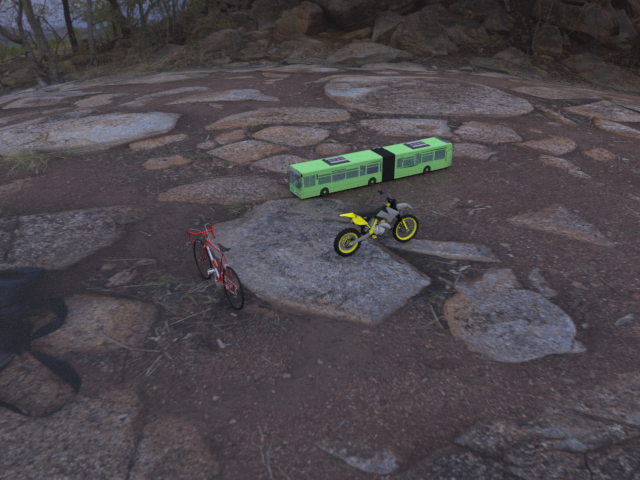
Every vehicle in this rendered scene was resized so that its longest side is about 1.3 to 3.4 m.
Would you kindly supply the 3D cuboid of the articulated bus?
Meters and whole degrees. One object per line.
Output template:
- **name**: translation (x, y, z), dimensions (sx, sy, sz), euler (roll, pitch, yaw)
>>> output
- **articulated bus**: translation (0.996, -1.388, 13.177), dimensions (3.401, 0.561, 0.605), euler (-14, 30, -26)

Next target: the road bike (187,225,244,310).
- **road bike**: translation (-1.393, 0.338, 9.437), dimensions (0.358, 0.852, 1.545), euler (-16, 31, -29)

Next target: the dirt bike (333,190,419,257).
- **dirt bike**: translation (0.870, -0.247, 10.589), dimensions (1.493, 0.857, 0.527), euler (-13, 29, -24)
